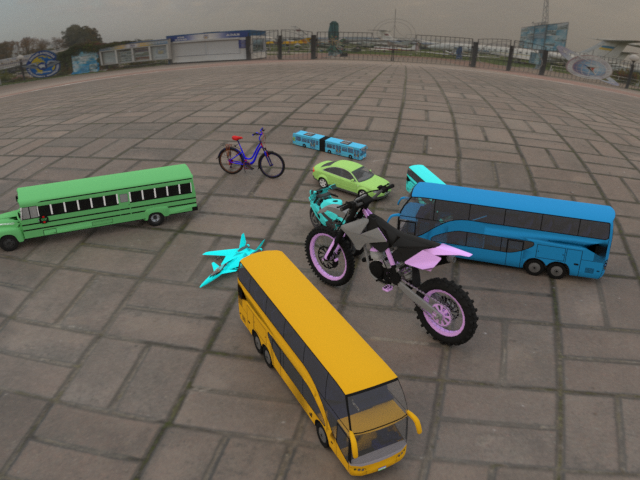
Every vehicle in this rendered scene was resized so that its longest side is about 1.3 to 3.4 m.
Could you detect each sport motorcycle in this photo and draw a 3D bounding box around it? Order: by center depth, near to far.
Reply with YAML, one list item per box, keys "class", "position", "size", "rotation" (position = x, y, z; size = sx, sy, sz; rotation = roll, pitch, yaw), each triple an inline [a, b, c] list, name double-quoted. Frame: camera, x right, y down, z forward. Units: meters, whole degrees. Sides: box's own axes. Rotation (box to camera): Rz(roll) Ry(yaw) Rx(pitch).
- class: "sport motorcycle"
  position: [0.257, -0.334, 11.162]
  size: [0.506, 0.821, 1.520]
  rotation: [-17, 32, -28]

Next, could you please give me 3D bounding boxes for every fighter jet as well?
- class: "fighter jet"
  position: [-1.365, 0.328, 10.492]
  size: [1.147, 0.286, 1.358]
  rotation: [16, 32, 27]

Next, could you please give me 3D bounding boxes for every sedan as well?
- class: "sedan"
  position: [0.592, -1.175, 13.092]
  size: [1.613, 0.483, 0.635]
  rotation: [20, 34, 33]

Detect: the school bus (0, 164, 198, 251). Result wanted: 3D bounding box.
- class: "school bus"
  position: [-3.747, -0.579, 11.597]
  size: [3.322, 0.844, 0.709]
  rotation: [-11, 30, -20]

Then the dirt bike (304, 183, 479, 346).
- class: "dirt bike"
  position: [0.840, 0.241, 9.191]
  size: [2.903, 1.666, 1.024]
  rotation: [24, 37, 38]

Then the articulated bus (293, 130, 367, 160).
- class: "articulated bus"
  position: [0.195, -2.024, 14.885]
  size: [1.749, 0.289, 0.311]
  rotation: [17, 33, 29]

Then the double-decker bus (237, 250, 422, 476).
- class: "double-decker bus"
  position: [-0.071, 1.270, 7.920]
  size: [0.756, 1.052, 3.251]
  rotation: [-13, 31, -23]

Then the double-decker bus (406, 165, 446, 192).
- class: "double-decker bus"
  position: [1.998, -0.781, 12.296]
  size: [0.389, 0.541, 1.672]
  rotation: [-9, 29, -15]

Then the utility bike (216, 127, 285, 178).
- class: "utility bike"
  position: [-1.350, -1.710, 13.602]
  size: [1.435, 0.946, 0.535]
  rotation: [7, 29, 14]

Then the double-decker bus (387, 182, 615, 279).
- class: "double-decker bus"
  position: [2.681, -0.173, 10.617]
  size: [3.251, 1.052, 0.756]
  rotation: [9, 29, 17]
